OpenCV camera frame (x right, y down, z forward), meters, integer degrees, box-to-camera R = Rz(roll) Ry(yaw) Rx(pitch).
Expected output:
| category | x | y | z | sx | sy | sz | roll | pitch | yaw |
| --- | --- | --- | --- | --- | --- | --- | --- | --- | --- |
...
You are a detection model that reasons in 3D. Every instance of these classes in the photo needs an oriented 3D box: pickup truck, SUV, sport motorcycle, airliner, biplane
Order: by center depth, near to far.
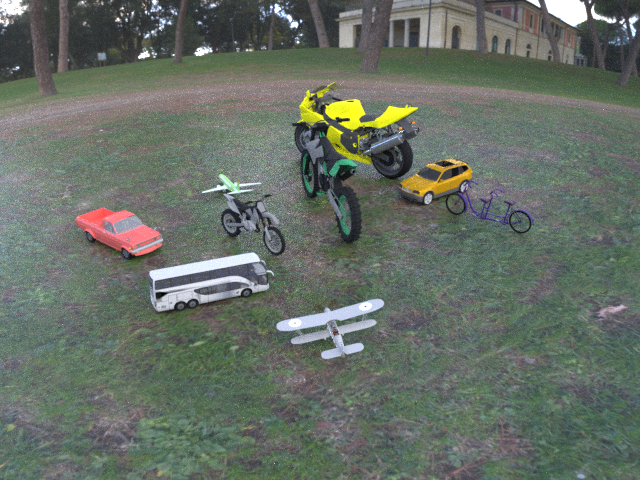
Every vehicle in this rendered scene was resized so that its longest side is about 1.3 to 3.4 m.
| category | x | y | z | sx | sy | sz | roll | pitch | yaw |
| --- | --- | --- | --- | --- | --- | --- | --- | --- | --- |
| biplane | 0.158 | 1.112 | 8.483 | 1.336 | 0.504 | 1.090 | -5 | 26 | -10 |
| pickup truck | -3.230 | -0.183 | 11.202 | 1.603 | 0.511 | 0.640 | 20 | 32 | 36 |
| SUV | 2.180 | -1.131 | 13.115 | 1.572 | 0.580 | 0.656 | -18 | 31 | -33 |
| airliner | -1.720 | -1.132 | 13.293 | 1.161 | 0.429 | 1.307 | -11 | 28 | -22 |
| sport motorcycle | 0.650 | -2.226 | 14.236 | 2.955 | 1.596 | 0.983 | 18 | 31 | 33 |

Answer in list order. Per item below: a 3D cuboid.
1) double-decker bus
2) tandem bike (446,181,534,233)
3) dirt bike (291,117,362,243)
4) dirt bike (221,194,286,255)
| category | x | y | z | sx | sy | sz | roll | pitch | yaw |
| --- | --- | --- | --- | --- | --- | --- | --- | --- | --- |
| double-decker bus | -1.481 | 0.564 | 9.595 | 1.672 | 0.541 | 0.389 | -10 | 27 | -21 |
| tandem bike | 2.855 | -0.584 | 11.846 | 1.642 | 0.682 | 0.283 | 19 | 32 | 35 |
| dirt bike | 0.119 | -1.155 | 11.900 | 1.024 | 1.666 | 2.903 | -8 | 27 | -16 |
| dirt bike | -1.076 | -0.308 | 11.062 | 1.493 | 0.857 | 0.527 | 22 | 33 | 38 |
